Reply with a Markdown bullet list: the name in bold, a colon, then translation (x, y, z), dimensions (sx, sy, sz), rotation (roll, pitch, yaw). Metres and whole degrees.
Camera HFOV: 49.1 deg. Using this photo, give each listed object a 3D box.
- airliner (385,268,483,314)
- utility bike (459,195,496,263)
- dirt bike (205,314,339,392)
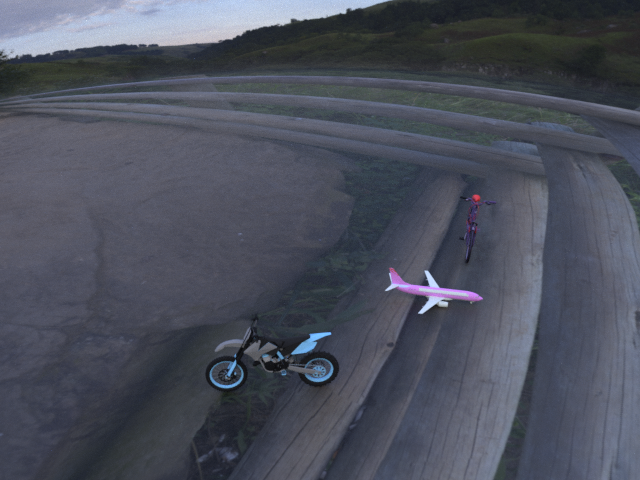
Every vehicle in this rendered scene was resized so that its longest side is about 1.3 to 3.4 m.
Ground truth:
- **airliner**: translation (1.564, 0.629, 9.542), dimensions (1.307, 0.429, 1.161), rotation (5, 27, 10)
- **utility bike**: translation (2.391, -0.288, 10.787), dimensions (0.535, 0.946, 1.435), rotation (5, 27, 11)
- **dirt bike**: translation (-0.527, 1.301, 7.734), dimensions (1.493, 0.857, 0.527), rotation (-3, 27, -5)
